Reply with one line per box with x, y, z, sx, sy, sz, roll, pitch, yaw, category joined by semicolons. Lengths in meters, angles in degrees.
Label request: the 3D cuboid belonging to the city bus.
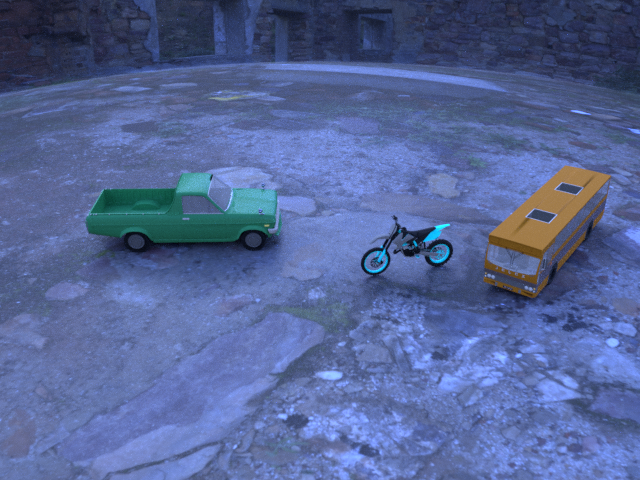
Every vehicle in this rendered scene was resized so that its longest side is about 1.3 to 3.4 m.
3.638;-0.195;11.026;0.926;0.894;3.255;19;34;31;city bus

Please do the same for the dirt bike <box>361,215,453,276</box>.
1.331;0.094;10.527;1.493;0.857;0.527;-8;29;-14;dirt bike

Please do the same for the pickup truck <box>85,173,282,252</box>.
-2.191;-0.517;11.521;3.117;0.993;1.244;-1;28;-1;pickup truck
